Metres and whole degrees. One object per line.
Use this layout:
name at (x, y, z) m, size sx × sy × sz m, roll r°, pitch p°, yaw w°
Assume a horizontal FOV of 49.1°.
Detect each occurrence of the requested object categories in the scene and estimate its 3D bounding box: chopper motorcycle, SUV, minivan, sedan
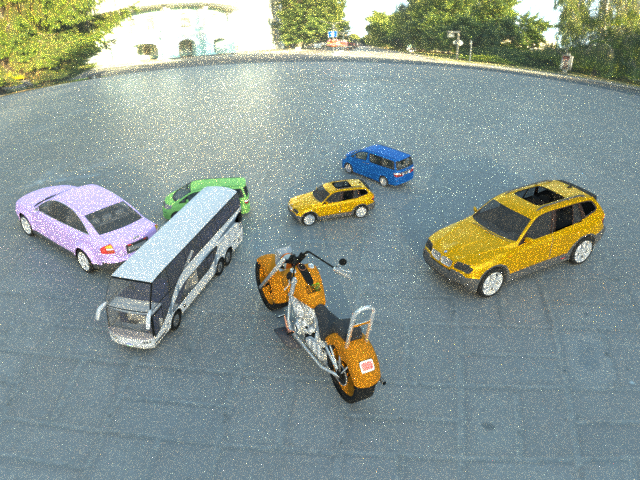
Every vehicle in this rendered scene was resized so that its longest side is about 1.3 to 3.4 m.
chopper motorcycle at (-0.138, 0.774, 8.836) m, size 0.906 × 1.480 × 3.040 m, roll -14°, pitch 32°, yaw -24°
SUV at (3.056, -0.133, 10.866) m, size 3.058 × 1.128 × 1.276 m, roll -16°, pitch 32°, yaw -26°
minivan at (1.134, -1.558, 14.015) m, size 0.681 × 0.616 × 1.548 m, roll -25°, pitch 38°, yaw -38°
sedan at (-3.911, -0.391, 11.536) m, size 3.137 × 0.940 × 1.235 m, roll 23°, pitch 36°, yaw 36°
minivan at (-2.039, -0.738, 12.511) m, size 1.548 × 0.616 × 0.681 m, roll -4°, pitch 29°, yaw -7°
SUV at (0.206, -0.713, 12.503) m, size 1.572 × 0.580 × 0.656 m, roll -9°, pitch 30°, yaw -16°

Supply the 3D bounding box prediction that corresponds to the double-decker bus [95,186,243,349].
double-decker bus at (-2.016, 0.319, 10.118) m, size 0.756 × 1.052 × 3.251 m, roll 8°, pitch 30°, yaw 14°
